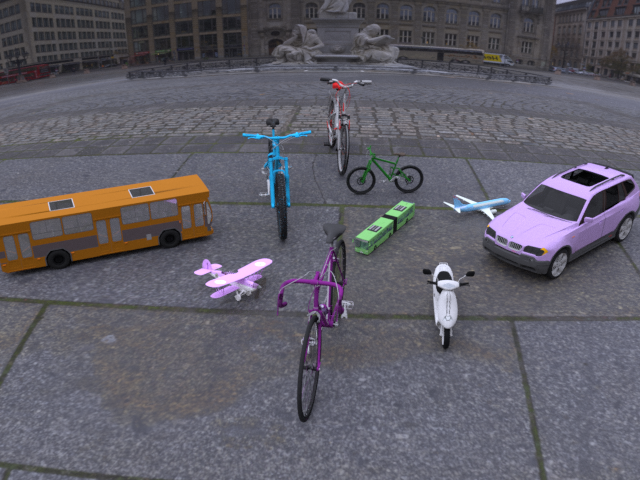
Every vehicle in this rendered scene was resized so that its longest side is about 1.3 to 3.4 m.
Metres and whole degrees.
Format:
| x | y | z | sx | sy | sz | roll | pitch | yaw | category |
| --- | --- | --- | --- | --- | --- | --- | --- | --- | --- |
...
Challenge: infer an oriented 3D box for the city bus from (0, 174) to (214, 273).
| x | y | z | sx | sy | sz | roll | pitch | yaw | category |
| --- | --- | --- | --- | --- | --- | --- | --- | --- | --- |
| -3.392 | -0.261 | 11.154 | 3.255 | 0.894 | 0.926 | -11 | 30 | -21 | city bus |

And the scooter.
| x | y | z | sx | sy | sz | roll | pitch | yaw | category |
| --- | --- | --- | --- | --- | --- | --- | --- | --- | --- |
| 1.654 | 0.715 | 9.247 | 0.662 | 0.919 | 1.399 | 3 | 28 | 5 | scooter |

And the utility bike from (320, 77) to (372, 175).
| x | y | z | sx | sy | sz | roll | pitch | yaw | category |
| --- | --- | --- | --- | --- | --- | --- | --- | --- | --- |
| 0.475 | -2.564 | 14.567 | 1.039 | 1.839 | 2.791 | -3 | 28 | -6 | utility bike |

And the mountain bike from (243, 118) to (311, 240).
| x | y | z | sx | sy | sz | roll | pitch | yaw | category |
| --- | --- | --- | --- | --- | --- | --- | --- | --- | --- |
| -0.760 | -1.220 | 12.142 | 1.114 | 1.688 | 2.857 | -4 | 28 | -7 | mountain bike |

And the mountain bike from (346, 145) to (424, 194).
| x | y | z | sx | sy | sz | roll | pitch | yaw | category |
| --- | --- | --- | --- | --- | --- | --- | --- | --- | --- |
| 1.226 | -1.273 | 13.134 | 1.469 | 0.868 | 0.573 | -2 | 27 | -4 | mountain bike |

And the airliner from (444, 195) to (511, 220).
| x | y | z | sx | sy | sz | roll | pitch | yaw | category |
| --- | --- | --- | --- | --- | --- | --- | --- | --- | --- |
| 2.890 | -0.699 | 12.503 | 1.307 | 0.429 | 1.161 | -12 | 30 | -21 | airliner |

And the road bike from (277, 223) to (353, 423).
| x | y | z | sx | sy | sz | roll | pitch | yaw | category |
| --- | --- | --- | --- | --- | --- | --- | --- | --- | --- |
| 0.063 | 0.765 | 8.351 | 0.697 | 1.656 | 3.004 | 5 | 28 | 10 | road bike |

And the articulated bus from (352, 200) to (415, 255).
| x | y | z | sx | sy | sz | roll | pitch | yaw | category |
| --- | --- | --- | --- | --- | --- | --- | --- | --- | --- |
| 1.109 | -0.232 | 11.757 | 0.311 | 0.289 | 1.749 | 16 | 31 | 28 | articulated bus |

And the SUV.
| x | y | z | sx | sy | sz | roll | pitch | yaw | category |
| --- | --- | --- | --- | --- | --- | --- | --- | --- | --- |
| 3.936 | -0.421 | 11.208 | 3.058 | 1.128 | 1.276 | -21 | 34 | -35 | SUV |

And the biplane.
| x | y | z | sx | sy | sz | roll | pitch | yaw | category |
| --- | --- | --- | --- | --- | --- | --- | --- | --- | --- |
| -1.258 | 0.542 | 10.031 | 1.090 | 0.504 | 1.336 | 17 | 32 | 29 | biplane |
